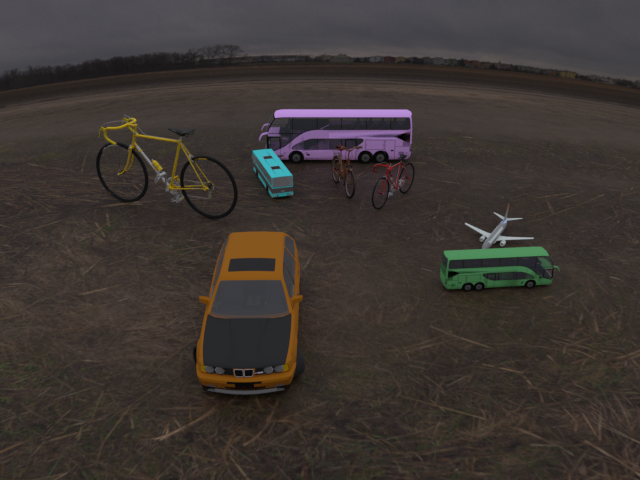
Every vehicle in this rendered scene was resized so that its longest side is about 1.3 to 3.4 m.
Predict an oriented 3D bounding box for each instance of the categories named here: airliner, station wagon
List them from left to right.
[{"bbox_3d":[-0.859,0.746,8.987,1.327,0.920,3.105,0,26,-1],"label":"station wagon"},{"bbox_3d":[2.895,-0.186,11.481,1.161,0.429,1.307,14,29,27],"label":"airliner"}]

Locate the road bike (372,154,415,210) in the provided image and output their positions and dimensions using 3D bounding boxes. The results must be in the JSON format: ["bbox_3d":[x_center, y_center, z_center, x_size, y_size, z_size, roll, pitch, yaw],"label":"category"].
[{"bbox_3d":[1.374,-1.124,12.939,0.358,0.852,1.545,17,31,32],"label":"road bike"}]

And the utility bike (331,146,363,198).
[{"bbox_3d":[0.492,-1.424,13.452,0.535,0.946,1.435,-7,27,-14],"label":"utility bike"}]

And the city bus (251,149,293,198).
[{"bbox_3d":[-0.944,-1.310,13.774,0.476,0.460,1.674,-8,27,-16],"label":"city bus"}]

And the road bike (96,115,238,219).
[{"bbox_3d":[-2.778,-1.292,12.360,3.004,1.656,0.697,11,28,21],"label":"road bike"}]

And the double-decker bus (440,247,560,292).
[{"bbox_3d":[2.585,0.409,10.121,1.672,0.541,0.389,-2,26,-5],"label":"double-decker bus"}]

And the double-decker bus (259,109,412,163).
[{"bbox_3d":[0.342,-2.239,15.017,3.251,1.052,0.756,0,26,0],"label":"double-decker bus"}]
